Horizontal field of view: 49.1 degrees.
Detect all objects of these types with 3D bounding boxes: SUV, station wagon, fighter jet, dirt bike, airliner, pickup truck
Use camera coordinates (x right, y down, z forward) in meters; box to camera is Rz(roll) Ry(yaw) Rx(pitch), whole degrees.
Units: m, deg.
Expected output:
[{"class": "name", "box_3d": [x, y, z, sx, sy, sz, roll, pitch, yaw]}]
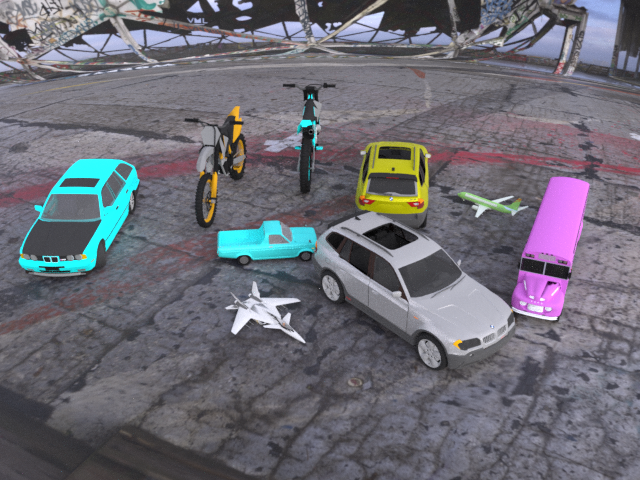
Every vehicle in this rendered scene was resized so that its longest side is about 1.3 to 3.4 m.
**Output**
[{"class": "SUV", "box_3d": [1.175, 0.548, 9.402, 1.276, 1.128, 3.058, -22, 36, -33]}, {"class": "SUV", "box_3d": [1.325, -1.194, 12.504, 1.276, 1.128, 3.058, 4, 30, 6]}, {"class": "station wagon", "box_3d": [-3.891, -0.505, 11.489, 1.327, 0.920, 3.105, 1, 29, 1]}, {"class": "fighter jet", "box_3d": [-0.650, 1.009, 9.440, 1.147, 0.286, 1.358, -24, 37, -36]}, {"class": "dirt bike", "box_3d": [-1.734, -1.455, 12.419, 1.024, 1.666, 2.903, 4, 30, 8]}, {"class": "airliner", "box_3d": [2.984, -0.727, 12.385, 1.161, 0.429, 1.307, -26, 38, -38]}, {"class": "dirt bike", "box_3d": [-0.224, -2.142, 13.643, 1.024, 1.666, 2.903, 2, 29, 3]}, {"class": "pickup truck", "box_3d": [-0.822, 0.008, 10.994, 1.603, 0.511, 0.640, -3, 30, -6]}]

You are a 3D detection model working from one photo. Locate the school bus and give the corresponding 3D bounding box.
[{"class": "school bus", "box_3d": [3.523, 0.054, 10.572, 0.709, 0.844, 3.322, 12, 32, 20]}]
